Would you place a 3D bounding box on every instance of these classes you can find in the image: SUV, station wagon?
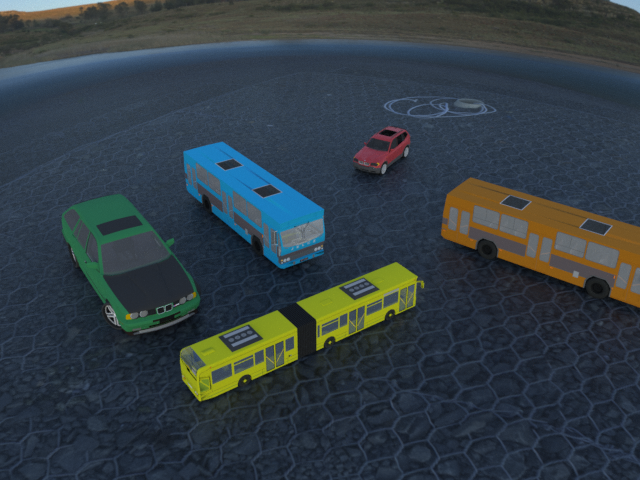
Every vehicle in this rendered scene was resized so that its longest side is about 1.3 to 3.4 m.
[{"bbox_3d":[1.249,-1.814,13.931,0.656,0.580,1.572,18,35,28],"label":"SUV"},{"bbox_3d":[-2.829,0.201,10.181,1.327,0.920,3.105,-18,35,-28],"label":"station wagon"}]

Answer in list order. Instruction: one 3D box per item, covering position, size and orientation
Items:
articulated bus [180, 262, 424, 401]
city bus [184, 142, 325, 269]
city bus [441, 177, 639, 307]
[{"bbox_3d":[-0.138,1.102,9.006,3.401,0.561,0.605,-20,36,-30],"label":"articulated bus"},{"bbox_3d":[-1.175,-0.631,11.616,0.926,0.894,3.255,-20,36,-30],"label":"city bus"},{"bbox_3d":[3.466,0.010,10.530,3.255,0.894,0.926,22,37,32],"label":"city bus"}]
